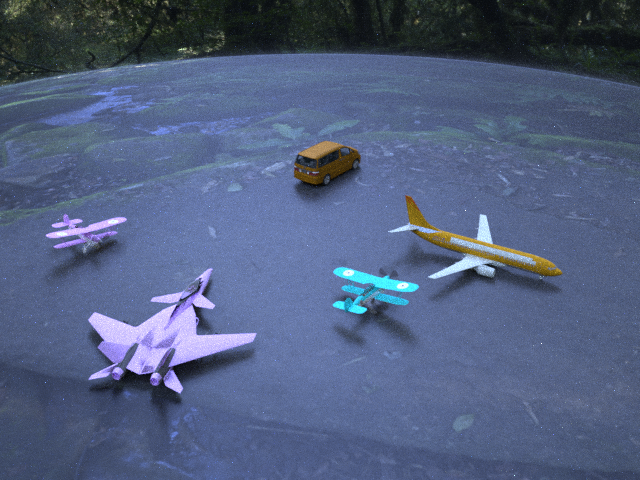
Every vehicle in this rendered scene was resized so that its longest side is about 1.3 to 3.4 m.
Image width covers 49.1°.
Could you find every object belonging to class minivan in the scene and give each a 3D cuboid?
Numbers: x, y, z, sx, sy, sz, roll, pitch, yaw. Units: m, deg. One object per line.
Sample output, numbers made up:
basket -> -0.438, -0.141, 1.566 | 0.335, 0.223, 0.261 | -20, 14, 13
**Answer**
minivan -> 0.170, -1.553, 13.447 | 0.681, 0.616, 1.548 | 20, 35, 32

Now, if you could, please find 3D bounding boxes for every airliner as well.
airliner -> 2.375, -0.030, 10.472 | 2.541, 0.835, 2.257 | 16, 33, 26

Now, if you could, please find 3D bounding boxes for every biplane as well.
biplane -> -3.708, -0.124, 10.983 | 1.090, 0.504, 1.336 | 23, 36, 35
biplane -> 0.639, 0.718, 9.463 | 1.336, 0.504, 1.090 | 21, 35, 33

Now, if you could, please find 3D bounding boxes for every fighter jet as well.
fighter jet -> -1.868, 0.896, 9.088 | 2.229, 0.557, 2.640 | 6, 30, 10
